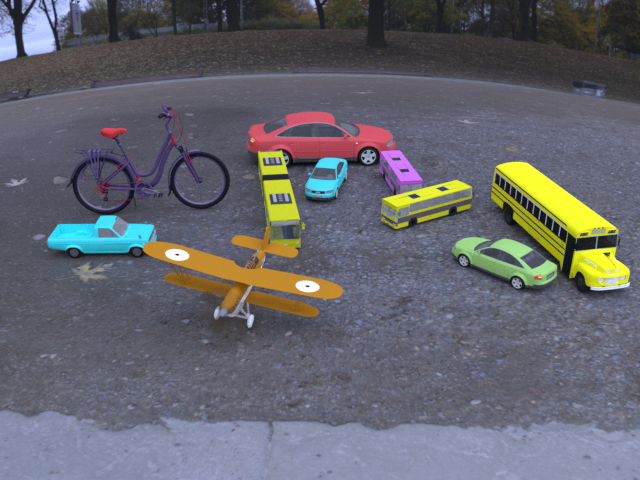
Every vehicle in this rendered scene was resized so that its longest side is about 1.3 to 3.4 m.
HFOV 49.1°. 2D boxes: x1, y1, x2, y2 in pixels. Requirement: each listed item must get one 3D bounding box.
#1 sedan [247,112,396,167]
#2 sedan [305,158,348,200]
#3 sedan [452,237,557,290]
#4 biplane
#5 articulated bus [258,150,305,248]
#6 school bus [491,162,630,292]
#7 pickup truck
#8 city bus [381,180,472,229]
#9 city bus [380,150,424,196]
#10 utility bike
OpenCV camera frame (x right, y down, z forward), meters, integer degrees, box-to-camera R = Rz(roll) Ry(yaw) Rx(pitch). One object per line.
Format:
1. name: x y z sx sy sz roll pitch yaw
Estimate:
1. sedan: 0.035 -2.159 14.667 3.137 0.940 1.235 -2 26 -4
2. sedan: 0.130 -1.219 13.284 0.635 0.483 1.613 6 27 11
3. sedan: 2.691 0.253 10.317 0.635 0.483 1.613 -23 34 -38
4. biplane: -0.923 0.483 9.294 2.598 0.981 2.120 5 27 11
5. articulated bus: -0.761 -0.803 12.358 0.605 0.561 3.401 -3 27 -7
6. school bus: 3.697 -0.279 10.985 0.709 0.844 3.322 -5 27 -10
7. pickup truck: -3.396 -0.078 10.953 1.603 0.511 0.640 -1 26 -1
8. city bus: 1.850 -0.606 12.075 1.674 0.460 0.476 -15 30 -28
9. city bus: 1.515 -1.212 13.297 0.476 0.460 1.674 -4 27 -7
10. utility bike: -2.987 -1.390 12.104 2.791 1.839 1.039 -4 27 -7
